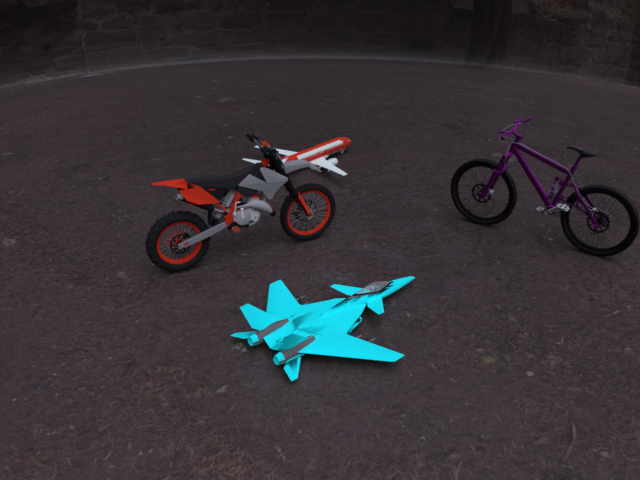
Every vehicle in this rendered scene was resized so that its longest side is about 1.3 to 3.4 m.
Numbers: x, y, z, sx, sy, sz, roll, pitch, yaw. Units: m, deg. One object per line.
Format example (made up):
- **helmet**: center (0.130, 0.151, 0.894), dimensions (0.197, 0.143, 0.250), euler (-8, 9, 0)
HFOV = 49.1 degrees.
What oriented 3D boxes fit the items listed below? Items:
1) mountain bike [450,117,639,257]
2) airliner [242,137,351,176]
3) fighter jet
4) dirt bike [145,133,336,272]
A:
- **mountain bike**: center (3.269, -0.775, 10.332), dimensions (2.857, 1.688, 1.114), euler (18, 33, 31)
- **airliner**: center (-0.210, -1.758, 13.137), dimensions (2.257, 0.835, 2.541), euler (22, 35, 35)
- **fighter jet**: center (0.297, 0.757, 8.619), dimensions (2.640, 0.557, 2.229), euler (-22, 35, -36)
- **dirt bike**: center (-1.068, -0.533, 9.891), dimensions (2.903, 1.666, 1.024), euler (-14, 30, -24)
